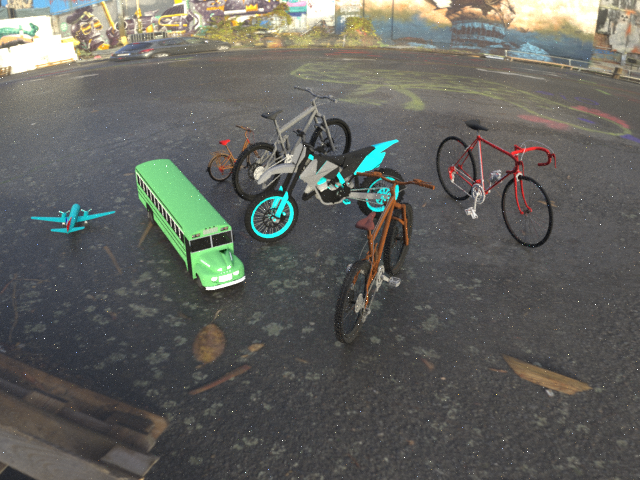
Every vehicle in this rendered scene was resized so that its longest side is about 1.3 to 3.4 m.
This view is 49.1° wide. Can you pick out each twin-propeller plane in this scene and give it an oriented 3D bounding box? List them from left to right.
[{"bbox_3d":[-4.133,-0.403,11.679,1.370,0.407,1.095,-4,30,-8],"label":"twin-propeller plane"}]

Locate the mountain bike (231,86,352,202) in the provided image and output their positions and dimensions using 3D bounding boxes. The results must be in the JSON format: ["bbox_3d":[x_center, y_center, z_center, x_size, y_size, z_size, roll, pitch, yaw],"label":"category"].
[{"bbox_3d":[-0.451,-1.758,12.746,2.857,1.688,1.114,-25,38,-36],"label":"mountain bike"}]

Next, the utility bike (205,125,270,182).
[{"bbox_3d":[-1.586,-1.677,13.347,1.435,0.946,0.535,-20,36,-31],"label":"utility bike"}]

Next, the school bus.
[{"bbox_3d":[-2.107,-0.304,11.070,0.709,0.844,3.322,-15,33,-25],"label":"school bus"}]

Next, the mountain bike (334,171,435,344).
[{"bbox_3d":[0.804,0.127,9.480,1.114,1.688,2.857,13,32,21],"label":"mountain bike"}]

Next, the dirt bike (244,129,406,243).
[{"bbox_3d":[0.141,-0.895,11.271,2.903,1.666,1.024,-13,33,-22],"label":"dirt bike"}]

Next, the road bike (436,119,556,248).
[{"bbox_3d":[2.823,-1.068,11.583,0.697,1.656,3.004,-14,33,-23],"label":"road bike"}]
